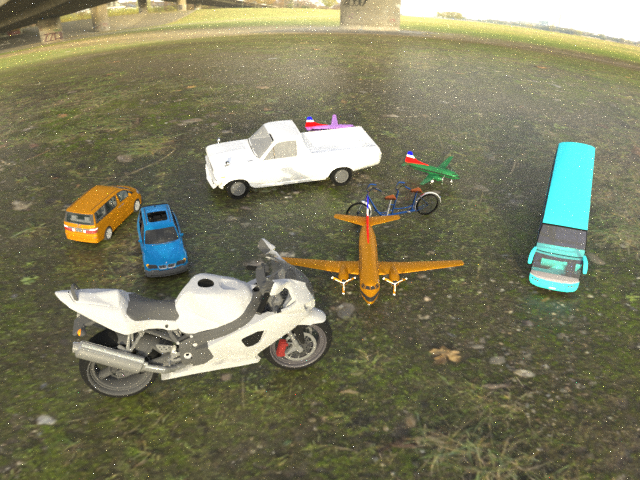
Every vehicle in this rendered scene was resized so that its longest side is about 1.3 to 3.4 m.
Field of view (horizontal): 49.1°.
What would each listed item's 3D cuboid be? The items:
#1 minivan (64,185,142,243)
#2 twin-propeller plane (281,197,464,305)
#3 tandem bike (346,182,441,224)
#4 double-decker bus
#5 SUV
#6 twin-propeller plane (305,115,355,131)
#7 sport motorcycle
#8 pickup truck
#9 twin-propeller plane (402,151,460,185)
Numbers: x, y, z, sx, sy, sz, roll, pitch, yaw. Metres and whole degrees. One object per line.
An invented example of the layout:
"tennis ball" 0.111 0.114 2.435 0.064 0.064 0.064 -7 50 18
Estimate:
"minivan" -3.467 -0.528 11.265 0.681 0.616 1.548 8 32 13
"twin-propeller plane" 0.693 0.148 9.998 2.663 0.792 2.129 1 32 2
"tandem bike" 1.209 -0.630 11.367 1.642 0.682 0.283 -8 32 -13
"double-decker bus" 3.733 -0.411 10.658 0.756 1.052 3.251 11 33 17
"SUV" -2.385 -0.027 10.484 0.656 0.580 1.572 -9 33 -15
"twin-propeller plane" 0.241 -2.357 14.436 1.095 0.407 1.370 -1 32 -2
"sport motorcycle" -1.300 0.978 7.882 2.955 1.596 0.983 -6 32 -10
"pickup truck" -0.506 -1.572 12.602 3.117 0.993 1.244 -8 33 -13
"twin-propeller plane" 2.047 -1.327 12.762 1.095 0.407 1.370 18 36 27
